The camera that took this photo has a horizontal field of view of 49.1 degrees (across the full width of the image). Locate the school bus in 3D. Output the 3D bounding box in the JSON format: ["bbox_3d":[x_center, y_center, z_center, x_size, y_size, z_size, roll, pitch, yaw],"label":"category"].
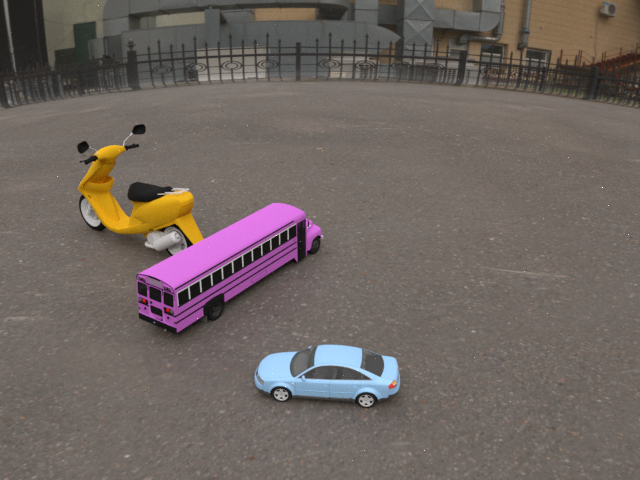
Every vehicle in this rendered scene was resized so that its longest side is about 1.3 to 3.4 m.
[{"bbox_3d":[-1.095,0.246,9.820,0.709,0.844,3.322,16,30,30],"label":"school bus"}]

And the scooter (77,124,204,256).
[{"bbox_3d":[-2.877,-0.727,10.757,2.721,1.786,1.288,17,30,31],"label":"scooter"}]

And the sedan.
[{"bbox_3d":[0.078,1.447,7.733,1.613,0.483,0.635,3,26,5],"label":"sedan"}]
